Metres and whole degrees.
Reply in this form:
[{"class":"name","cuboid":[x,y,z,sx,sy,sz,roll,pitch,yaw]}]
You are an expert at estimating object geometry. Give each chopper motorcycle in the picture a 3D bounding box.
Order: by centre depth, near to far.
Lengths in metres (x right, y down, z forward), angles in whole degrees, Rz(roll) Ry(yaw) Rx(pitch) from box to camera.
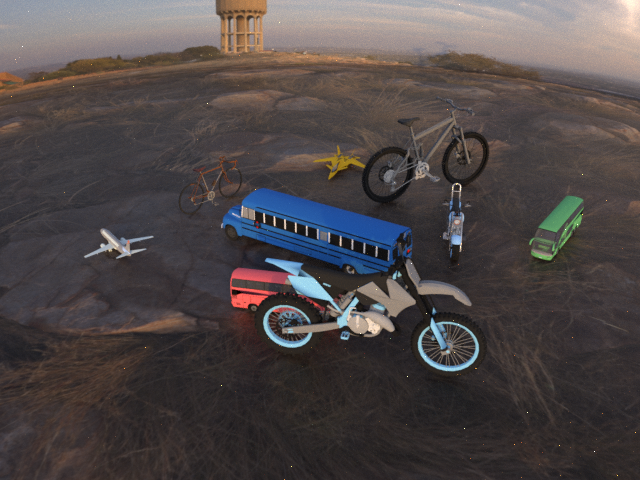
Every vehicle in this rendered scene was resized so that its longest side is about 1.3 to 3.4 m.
[{"class":"chopper motorcycle","cuboid":[2.242,-0.313,11.577,0.466,0.761,1.563,4,28,8]}]

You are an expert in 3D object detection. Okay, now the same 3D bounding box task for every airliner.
[{"class":"airliner","cuboid":[-3.334,-0.034,11.409,1.161,0.429,1.307,-19,34,-32]}]

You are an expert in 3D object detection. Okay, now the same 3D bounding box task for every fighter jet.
[{"class":"fighter jet","cuboid":[0.380,-1.588,14.457,1.147,0.286,1.358,9,29,16]}]

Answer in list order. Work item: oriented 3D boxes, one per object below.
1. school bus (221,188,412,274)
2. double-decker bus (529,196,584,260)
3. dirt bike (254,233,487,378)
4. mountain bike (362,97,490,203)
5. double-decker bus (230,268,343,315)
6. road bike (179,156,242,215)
[{"class":"school bus","cuboid":[-0.160,-0.144,11.175,3.322,0.844,0.709,17,33,28]},{"class":"double-decker bus","cuboid":[3.947,-0.200,11.599,0.389,0.541,1.672,18,33,30]},{"class":"dirt bike","cuboid":[0.581,0.834,8.481,2.903,1.666,1.024,6,29,12]},{"class":"mountain bike","cuboid":[2.044,-1.647,13.084,2.857,1.688,1.114,-14,31,-24]},{"class":"double-decker bus","cuboid":[-0.422,0.758,9.813,1.672,0.541,0.389,6,29,11]},{"class":"road bike","cuboid":[-1.990,-1.024,12.808,0.358,0.852,1.545,22,35,35]}]
